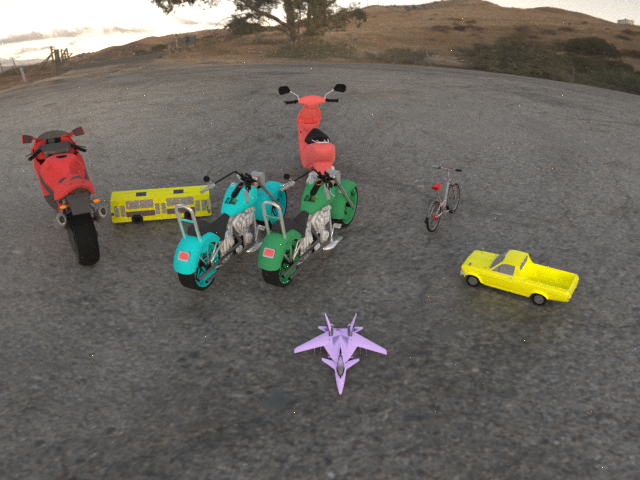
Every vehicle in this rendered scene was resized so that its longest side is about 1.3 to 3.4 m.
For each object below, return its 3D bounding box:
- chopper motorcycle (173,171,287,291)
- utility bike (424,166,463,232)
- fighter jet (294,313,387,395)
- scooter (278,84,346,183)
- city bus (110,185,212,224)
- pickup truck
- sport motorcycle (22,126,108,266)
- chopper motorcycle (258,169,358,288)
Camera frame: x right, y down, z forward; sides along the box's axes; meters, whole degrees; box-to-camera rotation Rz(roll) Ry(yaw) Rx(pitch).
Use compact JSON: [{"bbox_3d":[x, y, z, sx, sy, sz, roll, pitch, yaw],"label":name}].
[{"bbox_3d":[-1.262,-0.397,10.633,0.906,1.480,3.040,11,30,20],"label":"chopper motorcycle"},{"bbox_3d":[2.050,-0.746,11.857,0.535,0.946,1.435,16,32,28],"label":"utility bike"},{"bbox_3d":[0.251,1.373,8.572,1.147,0.286,1.358,1,28,1],"label":"fighter jet"},{"bbox_3d":[-0.101,-1.970,13.266,1.288,1.786,2.721,-4,28,-7],"label":"scooter"},{"bbox_3d":[-2.738,-0.606,12.112,1.674,0.460,0.476,-5,28,-9],"label":"city bus"},{"bbox_3d":[2.844,0.474,10.025,1.603,0.511,0.640,16,32,27],"label":"pickup truck"},{"bbox_3d":[-4.022,-0.762,11.194,0.983,1.596,2.955,-14,31,-24],"label":"sport motorcycle"},{"bbox_3d":[-0.084,-0.435,10.704,0.906,1.480,3.040,12,30,22],"label":"chopper motorcycle"}]
